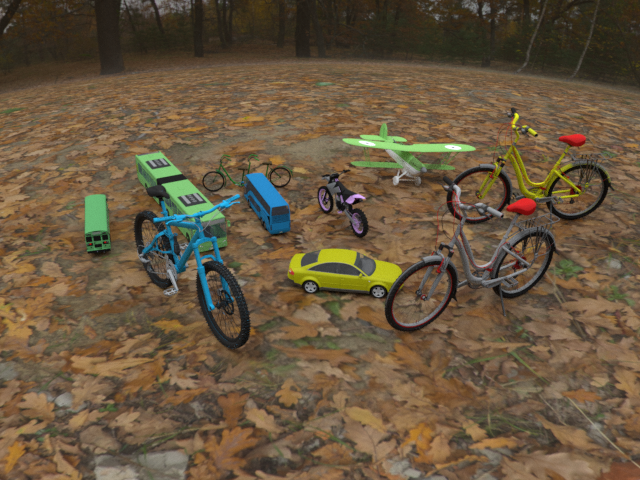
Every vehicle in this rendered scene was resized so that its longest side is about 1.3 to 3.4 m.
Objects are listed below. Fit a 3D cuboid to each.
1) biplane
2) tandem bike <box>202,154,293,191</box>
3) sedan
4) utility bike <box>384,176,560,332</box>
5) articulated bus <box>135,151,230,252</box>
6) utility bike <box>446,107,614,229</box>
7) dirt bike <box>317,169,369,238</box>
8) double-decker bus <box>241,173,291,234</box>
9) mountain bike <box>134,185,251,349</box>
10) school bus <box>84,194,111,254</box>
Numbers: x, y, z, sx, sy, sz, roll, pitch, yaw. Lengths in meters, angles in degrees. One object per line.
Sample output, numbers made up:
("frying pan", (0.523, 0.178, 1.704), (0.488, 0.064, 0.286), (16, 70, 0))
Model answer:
("biplane", (1.546, -1.613, 13.051), (2.598, 0.981, 2.120), (-8, 28, -16))
("tandem bike", (-1.302, -1.223, 12.616), (1.642, 0.682, 0.283), (-5, 27, -9))
("sedan", (0.360, 0.414, 9.638), (1.613, 0.483, 0.635), (4, 27, 8))
("utility bike", (2.046, 0.176, 8.616), (2.791, 1.839, 1.039), (-14, 30, -25))
("articulated bus", (-2.406, -0.729, 11.785), (0.605, 0.561, 3.401), (-14, 30, -25))
("utility bike", (3.420, -1.056, 11.022), (2.791, 1.839, 1.039), (-3, 27, -5))
("dirt bike", (0.343, -0.644, 11.295), (0.527, 0.857, 1.493), (-15, 31, -27))
("double-decker bus", (-0.908, -0.641, 11.635), (0.389, 0.541, 1.672), (-10, 29, -18))
("mountain bike", (-1.707, 0.183, 8.768), (1.114, 1.688, 2.857), (-20, 33, -33))
("school bus", (-3.531, -0.305, 11.097), (0.365, 0.434, 1.708), (-8, 28, -15))
